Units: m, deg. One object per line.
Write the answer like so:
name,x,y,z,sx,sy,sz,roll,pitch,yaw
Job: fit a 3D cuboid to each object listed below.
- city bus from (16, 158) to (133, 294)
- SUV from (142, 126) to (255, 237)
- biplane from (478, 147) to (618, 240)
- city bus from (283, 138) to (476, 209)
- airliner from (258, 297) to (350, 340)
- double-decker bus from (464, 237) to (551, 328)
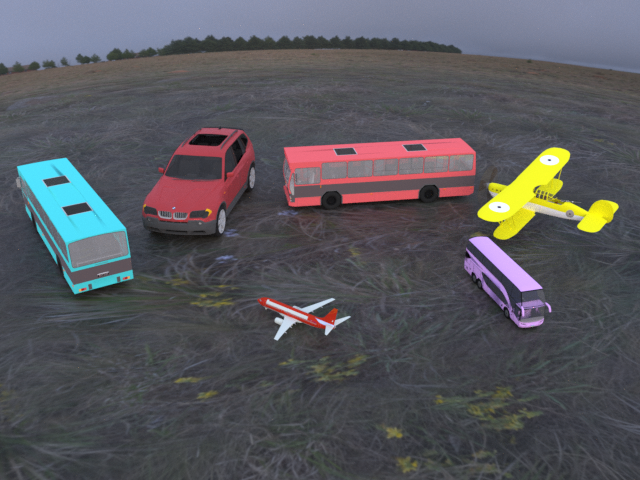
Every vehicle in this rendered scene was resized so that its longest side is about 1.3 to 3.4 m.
city bus,-3.716,-0.275,10.445,0.926,0.894,3.255,-15,30,-28
SUV,-1.953,-1.058,11.750,1.276,1.128,3.058,4,27,9
biplane,3.483,-0.567,10.932,2.120,0.981,2.598,20,33,35
city bus,1.015,-1.153,12.201,3.255,0.894,0.926,-4,27,-8
airliner,-0.292,0.846,8.723,1.307,0.429,1.161,19,32,33
double-decker bus,2.414,0.542,9.205,0.389,0.541,1.672,-7,27,-13
